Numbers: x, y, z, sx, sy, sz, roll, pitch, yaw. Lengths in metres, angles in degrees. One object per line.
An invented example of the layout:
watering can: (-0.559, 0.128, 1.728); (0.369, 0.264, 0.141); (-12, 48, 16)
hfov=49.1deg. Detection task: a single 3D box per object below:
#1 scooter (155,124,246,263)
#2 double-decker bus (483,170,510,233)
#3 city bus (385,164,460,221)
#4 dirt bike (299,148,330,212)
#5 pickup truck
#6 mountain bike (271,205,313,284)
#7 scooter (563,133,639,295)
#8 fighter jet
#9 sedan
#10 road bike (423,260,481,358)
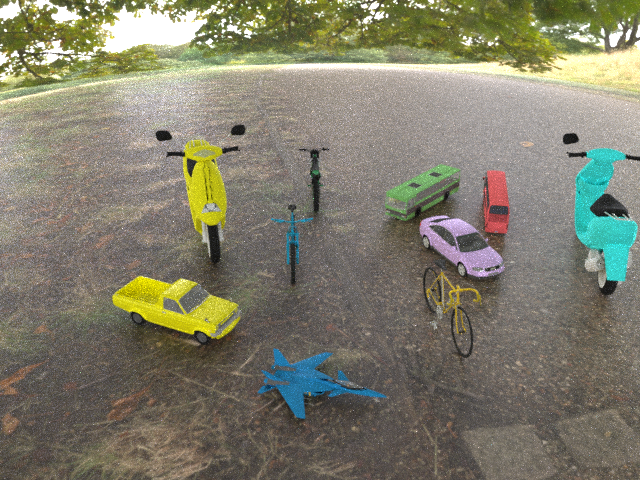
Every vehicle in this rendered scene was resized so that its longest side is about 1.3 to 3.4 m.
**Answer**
scooter: (-1.777, -0.953, 10.692); (1.288, 1.786, 2.721); (-6, 28, -12)
double-decker bus: (2.883, -0.661, 11.488); (0.389, 0.541, 1.672); (5, 28, 9)
city bus: (1.759, -0.803, 11.851); (0.476, 0.460, 1.674); (22, 34, 36)
dirt bike: (-0.091, -1.113, 12.022); (0.527, 0.857, 1.493); (-1, 27, -2)
pickup truck: (-1.791, 0.788, 8.700); (1.603, 0.511, 0.640); (12, 30, 23)
mountain bike: (-0.388, -0.024, 9.890); (0.573, 0.868, 1.469); (-1, 27, -2)
scooter: (3.985, -0.513, 9.835); (1.288, 1.786, 2.721); (5, 28, 9)
fighter jet: (0.057, 1.506, 7.547); (1.358, 0.286, 1.147); (7, 28, 14)
sedan: (2.045, 0.044, 10.178); (0.635, 0.483, 1.613); (-12, 29, -21)
road bike: (1.529, 0.736, 8.427); (0.358, 0.852, 1.545); (-6, 28, -11)
